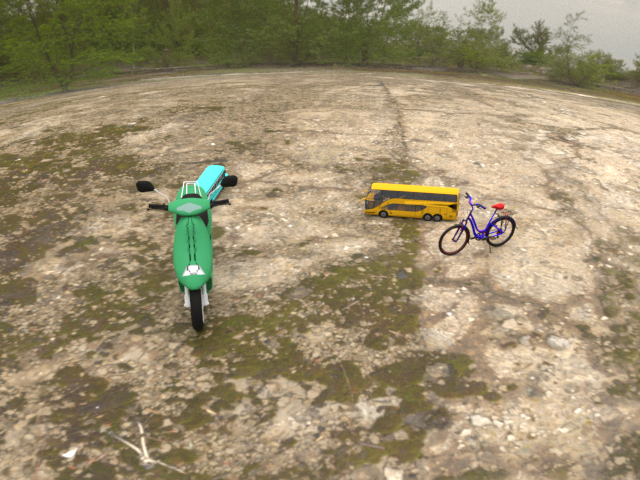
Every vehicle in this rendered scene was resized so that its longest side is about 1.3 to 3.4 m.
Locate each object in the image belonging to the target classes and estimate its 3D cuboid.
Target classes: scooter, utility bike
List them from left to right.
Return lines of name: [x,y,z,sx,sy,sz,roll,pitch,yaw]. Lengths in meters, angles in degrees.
scooter: [-1.746,-0.124,9.587,1.288,1.786,2.721,-4,27,-9]
utility bike: [2.492,-0.227,10.749,1.435,0.946,0.535,-10,28,-19]

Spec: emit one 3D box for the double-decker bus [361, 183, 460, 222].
double-decker bus: [1.553,-0.661,12.089,1.672,0.541,0.389,5,27,9]

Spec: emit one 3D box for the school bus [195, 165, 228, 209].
school bus: [-2.039,-0.971,12.840,0.365,0.434,1.708,3,26,6]
